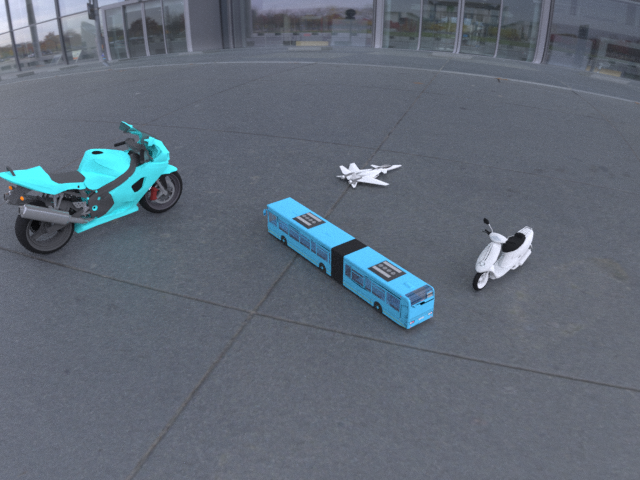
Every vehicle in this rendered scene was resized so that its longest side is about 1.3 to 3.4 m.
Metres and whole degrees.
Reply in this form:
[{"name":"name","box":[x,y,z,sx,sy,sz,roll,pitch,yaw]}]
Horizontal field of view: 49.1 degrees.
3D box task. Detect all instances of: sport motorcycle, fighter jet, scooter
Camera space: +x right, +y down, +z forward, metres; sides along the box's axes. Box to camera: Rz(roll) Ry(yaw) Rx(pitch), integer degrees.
[{"name":"sport motorcycle","box":[-3.533,-0.838,11.227,2.955,1.596,0.983,-24,38,-35]},{"name":"fighter jet","box":[1.031,-1.357,13.405,1.358,0.286,1.147,-18,35,-28]},{"name":"scooter","box":[2.705,0.140,10.229,1.399,0.919,0.662,-25,38,-35]}]

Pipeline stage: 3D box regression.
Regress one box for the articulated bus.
[{"name":"articulated bus","box":[0.321,0.242,10.409,0.605,0.561,3.401,-21,36,-31]}]
